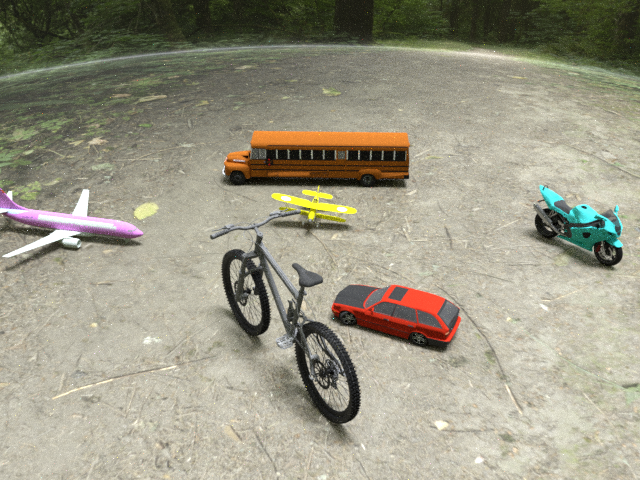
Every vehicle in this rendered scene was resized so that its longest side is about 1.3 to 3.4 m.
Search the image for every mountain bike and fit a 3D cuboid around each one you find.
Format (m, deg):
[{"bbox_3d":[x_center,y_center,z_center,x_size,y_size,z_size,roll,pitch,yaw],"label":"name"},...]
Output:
[{"bbox_3d":[-0.419,0.737,7.708,1.114,1.688,2.857,-18,34,-29],"label":"mountain bike"}]

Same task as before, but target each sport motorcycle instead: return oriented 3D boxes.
[{"bbox_3d":[3.799,-0.221,10.294,0.506,0.821,1.520,-20,35,-31],"label":"sport motorcycle"}]

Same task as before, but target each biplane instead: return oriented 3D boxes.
[{"bbox_3d":[-0.073,-0.526,11.157,1.336,0.504,1.090,3,30,6],"label":"biplane"}]

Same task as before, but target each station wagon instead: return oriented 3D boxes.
[{"bbox_3d":[0.933,0.852,8.742,1.597,0.473,0.682,13,32,22],"label":"station wagon"}]

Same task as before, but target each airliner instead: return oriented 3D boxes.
[{"bbox_3d":[-3.897,-0.431,10.653,2.541,0.835,2.257,6,30,11],"label":"airliner"}]

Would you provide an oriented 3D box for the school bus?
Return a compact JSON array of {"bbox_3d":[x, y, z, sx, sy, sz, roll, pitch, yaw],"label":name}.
[{"bbox_3d":[-0.081,-1.476,12.499,3.322,0.844,0.709,1,29,2],"label":"school bus"}]
